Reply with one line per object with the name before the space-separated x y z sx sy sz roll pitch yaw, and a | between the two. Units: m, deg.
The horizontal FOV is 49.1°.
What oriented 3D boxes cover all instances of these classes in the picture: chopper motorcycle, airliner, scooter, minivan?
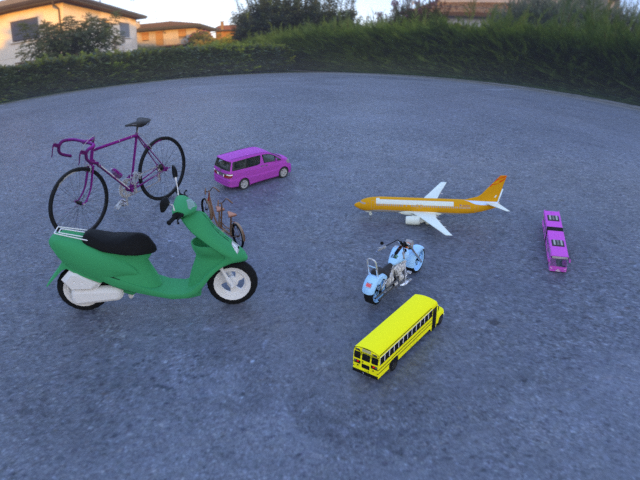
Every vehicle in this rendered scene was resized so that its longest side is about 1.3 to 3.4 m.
chopper motorcycle | 1.058 0.325 9.694 0.466 0.761 1.563 17 31 30
airliner | 1.848 -0.747 11.787 2.541 0.835 2.257 3 26 6
scooter | -2.187 0.088 9.014 2.721 1.786 1.288 -2 26 -4
minivan | -1.272 -1.444 13.453 1.548 0.616 0.681 -21 33 -36

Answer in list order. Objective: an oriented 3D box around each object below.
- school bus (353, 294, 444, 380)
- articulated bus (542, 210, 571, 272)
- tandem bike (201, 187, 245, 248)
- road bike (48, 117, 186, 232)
school bus | 1.002 1.104 8.482 0.365 0.434 1.708 18 31 31
articulated bus | 3.654 -0.013 10.916 0.311 0.289 1.749 6 27 11
tandem bike | -1.588 -0.405 11.267 0.283 0.682 1.642 -15 30 -28
road bike | -3.309 -1.152 11.682 0.697 1.656 3.004 16 30 29
